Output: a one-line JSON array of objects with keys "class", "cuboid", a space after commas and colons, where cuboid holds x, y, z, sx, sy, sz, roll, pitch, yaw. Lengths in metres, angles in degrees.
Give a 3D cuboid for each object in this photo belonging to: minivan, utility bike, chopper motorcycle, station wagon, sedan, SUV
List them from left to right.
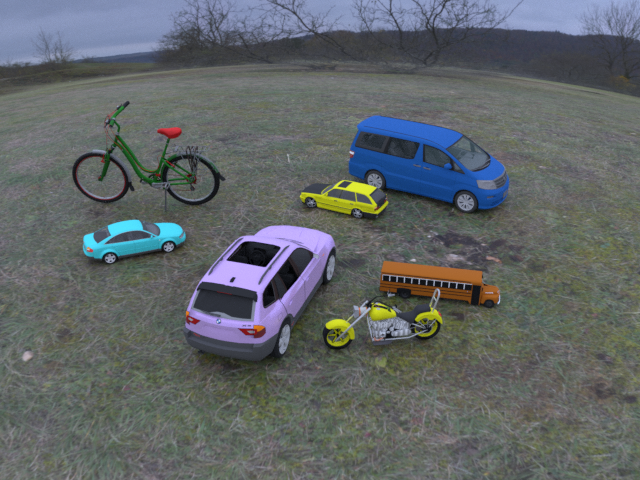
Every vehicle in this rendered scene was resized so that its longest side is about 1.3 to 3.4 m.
[{"class": "sedan", "cuboid": [-2.977, -0.046, 11.250, 1.613, 0.483, 0.635, -12, 30, -20]}, {"class": "utility bike", "cuboid": [-3.094, -1.404, 12.352, 2.791, 1.839, 1.039, 1, 28, 2]}, {"class": "SUV", "cuboid": [-0.724, 0.482, 9.581, 1.276, 1.128, 3.058, 9, 29, 17]}, {"class": "station wagon", "cuboid": [0.416, -0.804, 12.677, 1.597, 0.473, 0.682, 14, 31, 24]}, {"class": "chopper motorcycle", "cuboid": [0.813, 1.010, 8.982, 1.563, 0.761, 0.466, -4, 28, -7]}, {"class": "minivan", "cuboid": [2.053, -1.474, 13.163, 3.011, 1.197, 1.324, 16, 32, 27]}]

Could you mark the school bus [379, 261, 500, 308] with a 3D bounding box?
[{"class": "school bus", "cuboid": [1.723, 0.627, 10.046, 1.708, 0.434, 0.365, 6, 29, 11]}]
